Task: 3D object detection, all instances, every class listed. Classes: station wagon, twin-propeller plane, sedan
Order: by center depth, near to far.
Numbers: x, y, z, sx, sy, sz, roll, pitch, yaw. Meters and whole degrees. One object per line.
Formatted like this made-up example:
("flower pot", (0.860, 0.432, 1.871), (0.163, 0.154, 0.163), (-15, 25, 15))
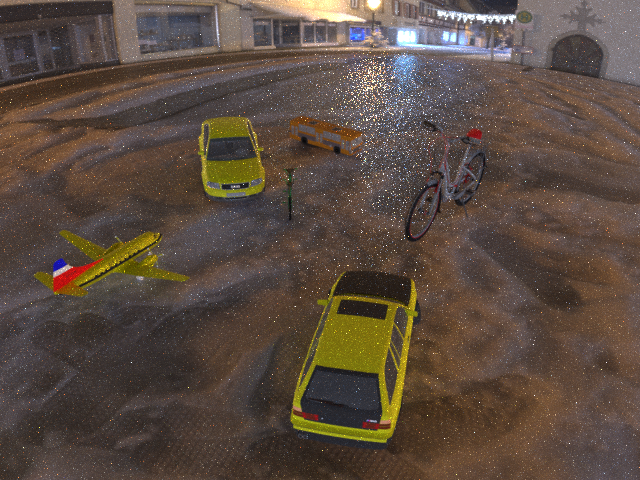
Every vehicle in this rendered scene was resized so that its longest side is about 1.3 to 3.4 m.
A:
("station wagon", (0.527, 1.183, 8.671), (1.327, 0.920, 3.105), (6, 30, 10))
("twin-propeller plane", (-3.117, 0.241, 10.436), (2.663, 0.792, 2.129), (17, 34, 27))
("sedan", (-1.759, -1.735, 13.720), (1.235, 0.940, 3.137), (-5, 30, -8))

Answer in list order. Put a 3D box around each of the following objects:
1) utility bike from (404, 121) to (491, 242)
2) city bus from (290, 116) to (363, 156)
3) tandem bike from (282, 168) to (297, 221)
("utility bike", (2.295, -1.107, 11.729), (1.039, 1.839, 2.791), (21, 36, 32))
("city bus", (0.115, -2.235, 15.069), (1.674, 0.460, 0.476), (21, 36, 32))
("tandem bike", (-0.541, -0.962, 12.636), (0.283, 0.682, 1.642), (-1, 30, -2))
